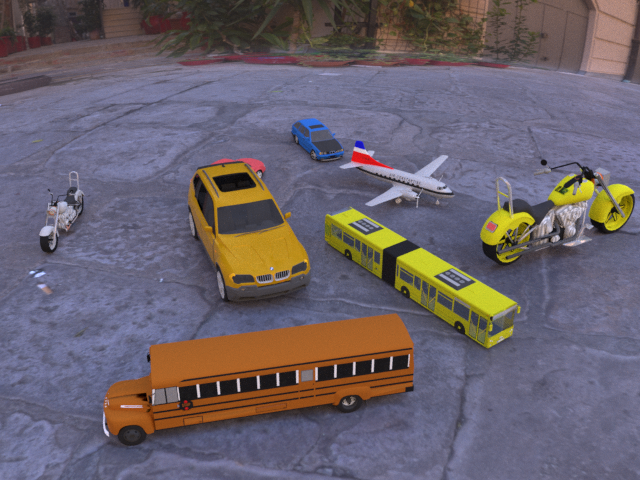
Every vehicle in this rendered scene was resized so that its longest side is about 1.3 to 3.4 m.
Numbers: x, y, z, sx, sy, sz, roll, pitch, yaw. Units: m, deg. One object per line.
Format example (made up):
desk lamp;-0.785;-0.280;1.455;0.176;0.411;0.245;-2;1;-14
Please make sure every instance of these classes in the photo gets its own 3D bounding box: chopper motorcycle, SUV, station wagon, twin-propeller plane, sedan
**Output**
chopper motorcycle;-4.097;-0.457;11.087;0.466;0.761;1.563;1;29;3
SUV;-1.138;-0.228;10.301;1.276;1.128;3.058;-11;31;-18
chopper motorcycle;3.671;-0.528;10.478;3.040;1.480;0.906;-16;33;-26
station wagon;-0.058;-2.085;14.297;0.682;0.473;1.597;-12;31;-20
twin-propeller plane;1.425;-1.183;12.356;2.129;0.792;2.663;20;35;32
sedan;-1.650;-1.216;12.732;0.635;0.483;1.613;20;35;32

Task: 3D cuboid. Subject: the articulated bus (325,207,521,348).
articulated bus;1.259;0.412;9.737;0.605;0.561;3.401;-20;35;-31

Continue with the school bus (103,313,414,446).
school bus;-0.656;1.465;7.562;3.322;0.844;0.709;-6;30;-11
